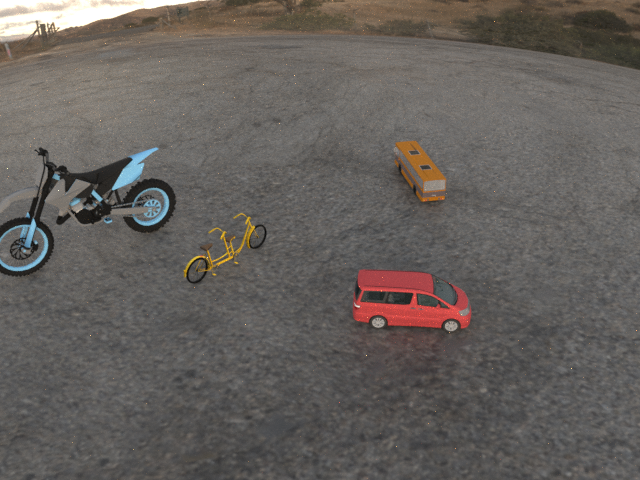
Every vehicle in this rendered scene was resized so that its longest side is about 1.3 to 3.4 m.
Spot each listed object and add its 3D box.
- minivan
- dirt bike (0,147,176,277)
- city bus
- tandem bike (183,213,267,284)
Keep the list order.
[{"bbox_3d":[1.210,0.770,9.177,1.548,0.616,0.681,2,32,4],"label":"minivan"},{"bbox_3d":[-3.459,-0.529,10.290,2.903,1.666,1.024,-23,38,-32],"label":"dirt bike"},{"bbox_3d":[1.776,-1.237,12.599,0.476,0.460,1.674,-6,32,-10],"label":"city bus"},{"bbox_3d":[-1.364,0.080,10.239,0.283,0.682,1.642,24,39,34],"label":"tandem bike"}]
